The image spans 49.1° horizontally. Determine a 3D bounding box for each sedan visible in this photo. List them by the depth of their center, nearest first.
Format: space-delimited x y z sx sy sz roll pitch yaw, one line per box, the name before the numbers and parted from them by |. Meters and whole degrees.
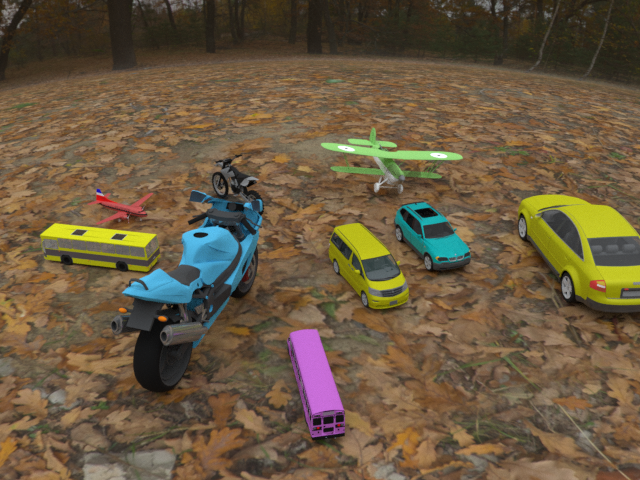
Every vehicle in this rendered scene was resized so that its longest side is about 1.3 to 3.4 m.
sedan | 3.798 -0.031 10.047 1.235 0.940 3.137 -2 28 -4

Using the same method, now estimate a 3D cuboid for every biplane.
biplane | 1.224 -1.459 12.727 2.598 0.981 2.120 -6 28 -11

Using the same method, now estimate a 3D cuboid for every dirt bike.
dirt bike | -1.430 -0.957 11.902 0.527 0.857 1.493 -22 35 -35

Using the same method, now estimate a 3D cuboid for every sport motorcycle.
sport motorcycle | -1.403 0.489 8.347 0.983 1.596 2.955 9 29 17

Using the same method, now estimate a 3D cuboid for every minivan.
minivan | 0.660 0.344 9.680 0.681 0.616 1.548 -11 30 -20

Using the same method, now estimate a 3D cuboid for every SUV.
SUV | 1.670 -0.088 10.543 0.656 0.580 1.572 -10 29 -18

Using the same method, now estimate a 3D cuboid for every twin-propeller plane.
twin-propeller plane | -3.318 -0.582 11.672 1.095 0.407 1.370 13 30 24

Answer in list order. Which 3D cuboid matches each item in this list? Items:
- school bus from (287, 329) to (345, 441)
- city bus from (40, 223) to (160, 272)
school bus | -0.078 1.486 7.697 0.365 0.434 1.708 -5 28 -10
city bus | -3.215 0.124 10.268 1.674 0.460 0.476 6 28 11
